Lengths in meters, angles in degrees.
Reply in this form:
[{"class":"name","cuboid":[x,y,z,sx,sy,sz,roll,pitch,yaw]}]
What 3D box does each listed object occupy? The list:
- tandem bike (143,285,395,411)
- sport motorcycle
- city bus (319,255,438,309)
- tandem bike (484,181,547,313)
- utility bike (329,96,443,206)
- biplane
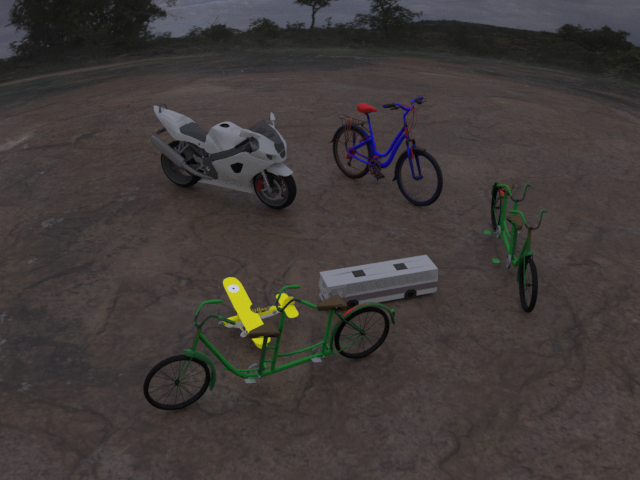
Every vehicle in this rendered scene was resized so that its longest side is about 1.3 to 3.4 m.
[{"class":"tandem bike","cuboid":[-0.510,1.155,8.247,3.192,1.326,0.550,-12,32,-20]},{"class":"sport motorcycle","cuboid":[-1.732,-1.513,12.603,2.955,1.596,0.983,15,33,24]},{"class":"city bus","cuboid":[0.838,0.625,10.034,1.674,0.460,0.476,-9,31,-14]},{"class":"tandem bike","cuboid":[2.938,-0.212,10.618,0.550,1.326,3.192,1,30,2]},{"class":"utility bike","cuboid":[1.231,-1.797,12.853,1.039,1.839,2.791,-25,39,-37]},{"class":"biplane","cuboid":[-0.830,1.001,9.336,1.090,0.504,1.336,-13,33,-22]}]
